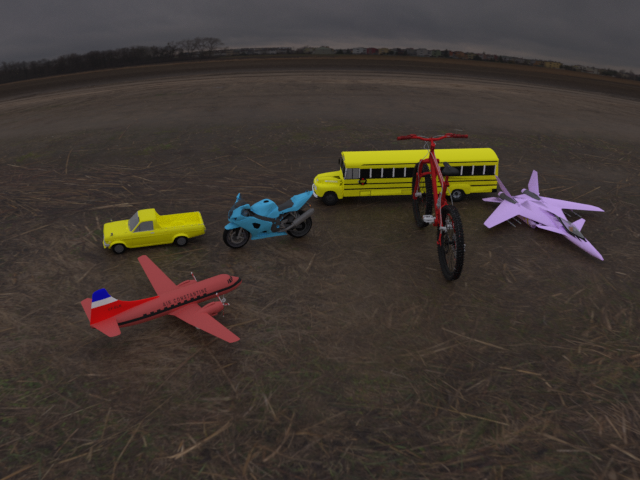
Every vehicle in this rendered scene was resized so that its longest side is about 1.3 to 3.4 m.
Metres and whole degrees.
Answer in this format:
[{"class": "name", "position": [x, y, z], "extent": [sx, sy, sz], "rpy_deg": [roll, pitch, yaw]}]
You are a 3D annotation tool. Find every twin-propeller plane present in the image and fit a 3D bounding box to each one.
[{"class": "twin-propeller plane", "position": [-1.929, 0.709, 9.019], "extent": [2.129, 0.792, 2.663], "rpy_deg": [-19, 32, -32]}]

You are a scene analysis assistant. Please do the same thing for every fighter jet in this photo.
[{"class": "fighter jet", "position": [3.845, -0.416, 11.524], "extent": [2.229, 0.557, 2.640], "rpy_deg": [-8, 28, -15]}]

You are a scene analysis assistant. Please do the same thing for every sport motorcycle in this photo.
[{"class": "sport motorcycle", "position": [-0.808, -0.334, 11.068], "extent": [1.520, 0.821, 0.506], "rpy_deg": [-10, 28, -20]}]

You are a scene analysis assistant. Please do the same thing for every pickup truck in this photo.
[{"class": "pickup truck", "position": [-2.646, -0.199, 11.144], "extent": [1.603, 0.511, 0.640], "rpy_deg": [-7, 28, -14]}]

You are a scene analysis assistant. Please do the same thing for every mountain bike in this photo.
[{"class": "mountain bike", "position": [1.780, -0.625, 10.681], "extent": [1.114, 1.688, 2.857], "rpy_deg": [-3, 27, -5]}]

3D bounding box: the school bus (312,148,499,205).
[{"class": "school bus", "position": [1.523, -1.176, 12.722], "extent": [3.322, 0.844, 0.709], "rpy_deg": [-2, 27, -4]}]
